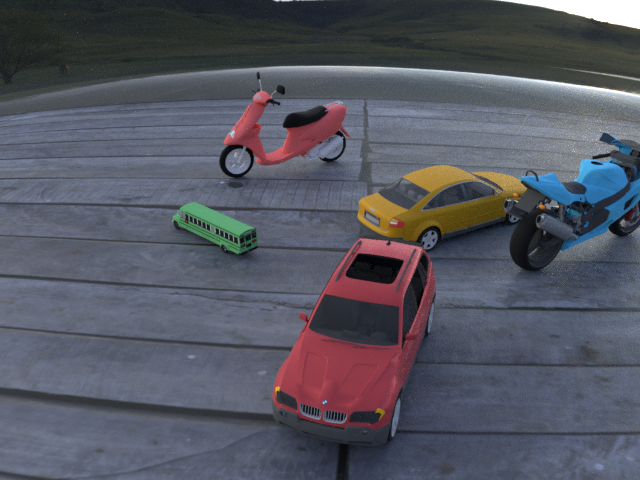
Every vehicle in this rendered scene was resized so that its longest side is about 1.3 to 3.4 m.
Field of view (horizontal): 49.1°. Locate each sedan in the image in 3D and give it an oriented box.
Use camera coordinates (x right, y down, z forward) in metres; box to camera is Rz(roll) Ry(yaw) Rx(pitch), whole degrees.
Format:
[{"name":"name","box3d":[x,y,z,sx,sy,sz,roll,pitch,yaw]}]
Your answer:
[{"name":"sedan","box3d":[2.067,-0.666,11.097,3.137,0.940,1.235,-15,31,-28]}]

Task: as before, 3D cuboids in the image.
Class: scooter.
[{"name":"scooter","box3d":[-0.626,-2.182,13.167,2.721,1.786,1.288,-12,29,-23]}]

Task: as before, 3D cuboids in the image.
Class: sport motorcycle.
[{"name":"sport motorcycle","box3d":[3.863,-0.542,10.121,2.955,1.596,0.983,-16,31,-29]}]

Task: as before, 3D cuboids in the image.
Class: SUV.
[{"name":"SUV","box3d":[0.490,0.940,7.699,1.276,1.128,3.058,9,28,16]}]

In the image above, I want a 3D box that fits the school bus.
[{"name":"school bus","box3d":[-1.658,-0.203,10.741,1.708,0.434,0.365,23,35,38]}]
